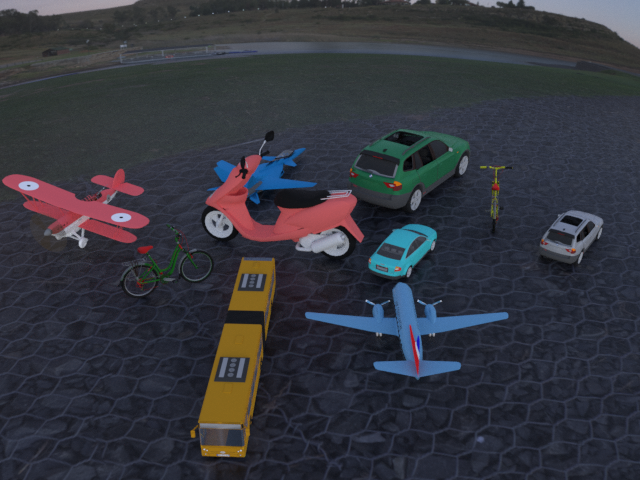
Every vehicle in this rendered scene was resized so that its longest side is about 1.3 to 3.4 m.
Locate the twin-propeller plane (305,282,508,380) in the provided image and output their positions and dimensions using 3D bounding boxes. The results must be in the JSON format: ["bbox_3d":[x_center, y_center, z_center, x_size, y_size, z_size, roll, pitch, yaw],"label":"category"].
[{"bbox_3d":[1.137,1.027,8.990,2.663,0.792,2.129,0,30,0],"label":"twin-propeller plane"}]

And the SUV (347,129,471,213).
[{"bbox_3d":[1.731,-1.511,13.091,1.276,1.128,3.058,20,35,31],"label":"SUV"}]

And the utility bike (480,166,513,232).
[{"bbox_3d":[2.960,-0.773,11.984,0.535,0.946,1.435,7,30,11],"label":"utility bike"}]

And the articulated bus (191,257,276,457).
[{"bbox_3d":[-0.963,1.287,8.768,0.605,0.561,3.401,1,30,2],"label":"articulated bus"}]

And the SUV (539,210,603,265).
[{"bbox_3d":[4.059,-0.140,11.245,0.656,0.580,1.572,20,35,31],"label":"SUV"}]

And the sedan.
[{"bbox_3d":[1.322,0.096,10.929,0.635,0.483,1.613,17,34,27],"label":"sedan"}]

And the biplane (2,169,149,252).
[{"bbox_3d":[-3.790,-0.534,11.531,2.598,0.981,2.120,10,31,18],"label":"biplane"}]

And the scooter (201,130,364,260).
[{"bbox_3d":[-0.642,-0.621,10.872,2.721,1.786,1.288,9,31,15],"label":"scooter"}]

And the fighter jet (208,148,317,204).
[{"bbox_3d":[-0.960,-1.509,13.665,2.229,0.557,2.640,16,33,26],"label":"fighter jet"}]

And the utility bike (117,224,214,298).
[{"bbox_3d":[-2.248,0.297,10.112,1.435,0.946,0.535,-15,33,-24],"label":"utility bike"}]
